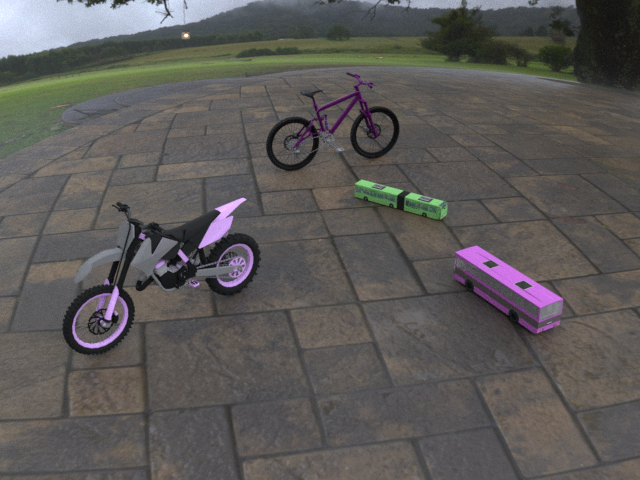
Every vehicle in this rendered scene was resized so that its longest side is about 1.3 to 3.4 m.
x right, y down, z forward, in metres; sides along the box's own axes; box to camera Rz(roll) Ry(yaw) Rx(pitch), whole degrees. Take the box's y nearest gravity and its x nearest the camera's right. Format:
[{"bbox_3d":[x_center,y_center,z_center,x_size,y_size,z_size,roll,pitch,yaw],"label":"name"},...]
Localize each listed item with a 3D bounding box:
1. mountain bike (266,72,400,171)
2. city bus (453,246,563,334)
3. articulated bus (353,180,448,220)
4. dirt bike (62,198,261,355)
[{"bbox_3d":[0.298,-2.281,13.739,2.857,1.688,1.114,-11,30,-19],"label":"mountain bike"},{"bbox_3d":[2.503,0.661,9.510,0.476,0.460,1.674,-15,31,-26],"label":"city bus"},{"bbox_3d":[1.386,-0.716,12.283,1.749,0.289,0.311,18,33,30],"label":"articulated bus"},{"bbox_3d":[-1.918,0.326,8.855,2.903,1.666,1.024,-24,36,-37],"label":"dirt bike"}]
